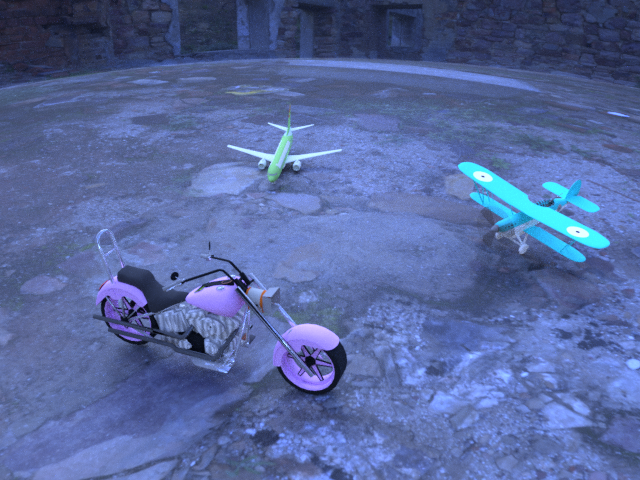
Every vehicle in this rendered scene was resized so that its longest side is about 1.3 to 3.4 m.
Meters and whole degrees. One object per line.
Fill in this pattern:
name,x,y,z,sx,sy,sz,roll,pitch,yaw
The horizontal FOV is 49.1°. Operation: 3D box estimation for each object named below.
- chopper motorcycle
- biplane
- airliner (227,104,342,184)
chopper motorcycle,-1.169,0.777,7.714,3.040,1.480,0.906,10,29,18
biplane,3.285,-0.397,10.484,2.120,0.981,2.598,-20,34,-33
airliner,-0.732,-1.837,13.380,2.257,0.835,2.541,3,28,5
